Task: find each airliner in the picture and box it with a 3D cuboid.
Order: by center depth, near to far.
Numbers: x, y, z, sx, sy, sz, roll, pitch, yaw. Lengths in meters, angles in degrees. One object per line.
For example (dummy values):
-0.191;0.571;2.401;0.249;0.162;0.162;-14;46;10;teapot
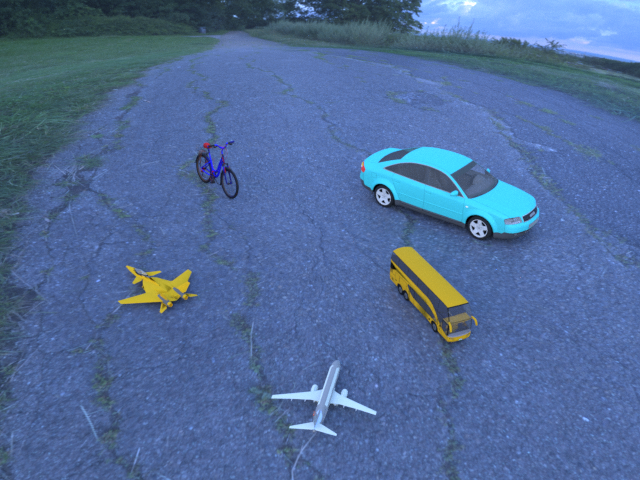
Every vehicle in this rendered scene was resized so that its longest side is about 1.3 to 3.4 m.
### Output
0.069;1.637;7.686;1.161;0.429;1.307;6;30;11;airliner

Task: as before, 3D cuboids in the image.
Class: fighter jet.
-2.352;0.540;9.753;1.147;0.286;1.358;-26;39;-38;fighter jet

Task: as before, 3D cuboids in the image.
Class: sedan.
2.116;-0.915;11.647;3.137;0.940;1.235;22;36;33;sedan

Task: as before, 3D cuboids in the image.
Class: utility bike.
-1.813;-1.344;12.394;0.535;0.946;1.435;-22;36;-34;utility bike

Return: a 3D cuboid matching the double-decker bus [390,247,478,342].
1.442;0.703;9.211;0.389;0.541;1.672;-11;32;-19;double-decker bus
